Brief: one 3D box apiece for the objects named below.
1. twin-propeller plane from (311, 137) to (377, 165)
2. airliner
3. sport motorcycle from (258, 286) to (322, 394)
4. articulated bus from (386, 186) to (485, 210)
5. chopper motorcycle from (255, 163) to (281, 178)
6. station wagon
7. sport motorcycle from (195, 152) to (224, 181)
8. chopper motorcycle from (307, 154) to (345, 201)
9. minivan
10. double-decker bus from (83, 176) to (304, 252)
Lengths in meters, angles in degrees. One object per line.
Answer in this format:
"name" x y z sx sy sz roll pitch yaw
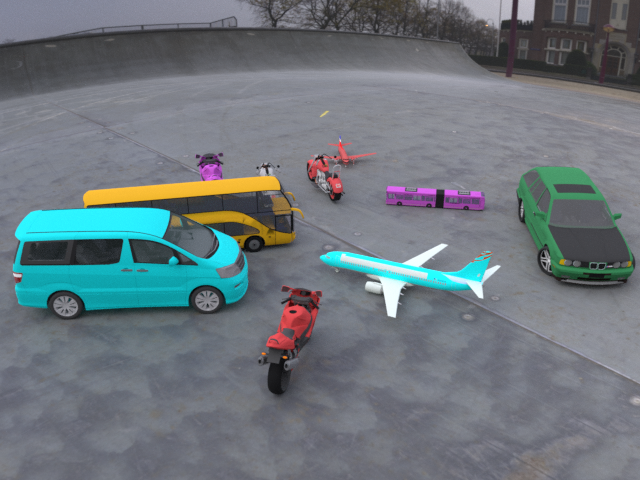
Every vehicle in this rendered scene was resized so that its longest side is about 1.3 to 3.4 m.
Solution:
"twin-propeller plane" 0.479 -1.835 14.524 1.370 0.407 1.095 -3 27 -6
"airliner" 1.141 0.294 9.746 2.541 0.835 2.257 12 29 23
"sport motorcycle" -0.317 1.107 8.122 0.506 0.821 1.520 7 27 14
"articulated bus" 2.034 -0.746 12.461 1.749 0.289 0.311 4 27 9
"chopper motorcycle" -0.936 -1.057 12.558 0.466 0.761 1.563 -5 27 -10
"station wagon" 3.932 -0.362 10.975 1.327 0.920 3.105 2 26 3
"sport motorcycle" -1.904 -1.017 12.409 0.506 0.821 1.520 -6 27 -11
"chopper motorcycle" 0.068 -1.266 12.978 0.466 0.761 1.563 -9 28 -18
"minivan" -2.496 0.237 9.454 3.011 1.197 1.324 -2 26 -4
"double-decker bus" -1.909 -0.334 10.770 3.251 1.052 0.756 -6 27 -11
